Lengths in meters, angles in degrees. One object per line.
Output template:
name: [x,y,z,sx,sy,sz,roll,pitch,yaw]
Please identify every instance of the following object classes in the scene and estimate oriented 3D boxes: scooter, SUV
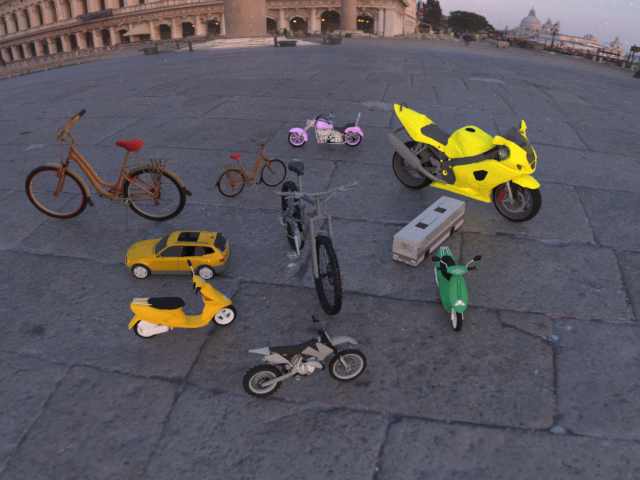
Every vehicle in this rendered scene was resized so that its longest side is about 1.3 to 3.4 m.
scooter: [1.789,0.523,9.534,0.662,0.919,1.399,-1,30,-2]
SUV: [-2.117,0.184,10.451,1.572,0.580,0.656,1,30,1]
scooter: [-1.783,0.816,9.033,1.399,0.919,0.662,-8,31,-13]

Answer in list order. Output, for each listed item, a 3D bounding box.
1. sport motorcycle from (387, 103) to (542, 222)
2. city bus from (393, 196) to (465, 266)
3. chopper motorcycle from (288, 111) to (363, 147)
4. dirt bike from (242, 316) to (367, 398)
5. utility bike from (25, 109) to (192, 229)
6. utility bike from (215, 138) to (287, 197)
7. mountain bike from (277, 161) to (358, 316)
sport motorcycle: [2.475,-1.360,12.089,2.955,1.596,0.983,23,37,34]
city bus: [1.749,-0.150,11.143,0.476,0.460,1.674,20,36,30]
chopper motorcycle: [0.115,-2.286,14.504,1.563,0.761,0.466,1,30,2]
dirt bike: [-0.168,1.391,8.109,1.493,0.857,0.527,-8,31,-13]
utility bike: [-3.511,-1.059,11.333,2.791,1.839,1.039,1,30,2]
utility bike: [-1.274,-1.326,12.676,1.435,0.946,0.535,-16,34,-25]
mountain bike: [-0.175,-0.209,10.026,1.114,1.688,2.857,-9,31,-14]
